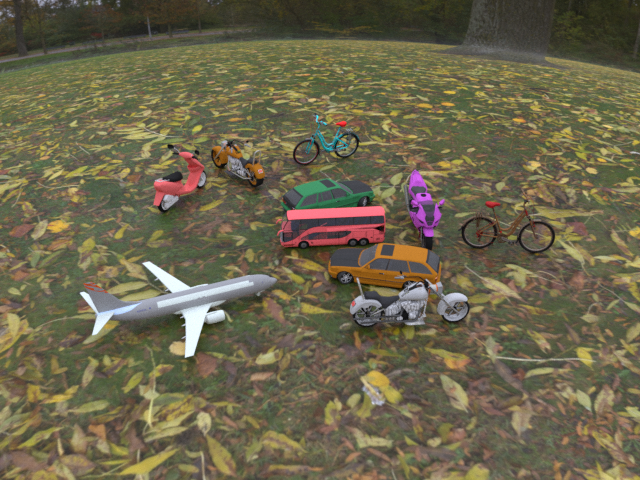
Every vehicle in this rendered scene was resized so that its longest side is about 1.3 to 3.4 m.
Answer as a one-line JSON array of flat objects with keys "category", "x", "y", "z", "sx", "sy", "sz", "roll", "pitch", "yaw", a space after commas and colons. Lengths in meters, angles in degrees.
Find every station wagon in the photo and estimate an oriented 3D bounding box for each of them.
[{"category": "station wagon", "x": 0.158, "y": -0.752, "z": 11.774, "sx": 1.597, "sy": 0.473, "sz": 0.682, "roll": -16, "pitch": 34, "yaw": -25}, {"category": "station wagon", "x": 0.915, "y": 0.334, "z": 9.952, "sx": 1.597, "sy": 0.473, "sz": 0.682, "roll": 6, "pitch": 31, "yaw": 10}]

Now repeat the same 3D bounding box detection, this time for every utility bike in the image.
[{"category": "utility bike", "x": 0.171, "y": -1.898, "z": 13.236, "sx": 1.435, "sy": 0.946, "sz": 0.535, "roll": -13, "pitch": 33, "yaw": -20}, {"category": "utility bike", "x": 2.821, "y": -0.285, "z": 10.530, "sx": 1.435, "sy": 0.946, "sz": 0.535, "roll": 5, "pitch": 31, "yaw": 8}]

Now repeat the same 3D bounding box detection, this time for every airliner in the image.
[{"category": "airliner", "x": -1.748, "y": 0.624, "z": 9.113, "sx": 2.541, "sy": 0.835, "sz": 2.257, "roll": -13, "pitch": 33, "yaw": -21}]

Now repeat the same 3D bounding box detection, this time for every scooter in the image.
[{"category": "scooter", "x": -2.379, "y": -1.096, "z": 11.917, "sx": 0.662, "sy": 0.919, "sz": 1.399, "roll": 15, "pitch": 34, "yaw": 23}]

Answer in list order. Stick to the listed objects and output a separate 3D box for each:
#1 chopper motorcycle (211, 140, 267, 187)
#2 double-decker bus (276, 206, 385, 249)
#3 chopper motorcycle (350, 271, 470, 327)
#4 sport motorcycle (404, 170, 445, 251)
[{"category": "chopper motorcycle", "x": -1.520, "y": -1.492, "z": 12.735, "sx": 0.466, "sy": 0.761, "sz": 1.563, "roll": -23, "pitch": 38, "yaw": -34}, {"category": "double-decker bus", "x": 0.169, "y": -0.196, "z": 10.776, "sx": 1.672, "sy": 0.541, "sz": 0.389, "roll": -3, "pitch": 31, "yaw": -5}, {"category": "chopper motorcycle", "x": 1.161, "y": 0.764, "z": 8.949, "sx": 1.563, "sy": 0.761, "sz": 0.466, "roll": -4, "pitch": 31, "yaw": -6}, {"category": "sport motorcycle", "x": 1.585, "y": -0.443, "z": 10.917, "sx": 0.506, "sy": 0.821, "sz": 1.520, "roll": -1, "pitch": 31, "yaw": -2}]
